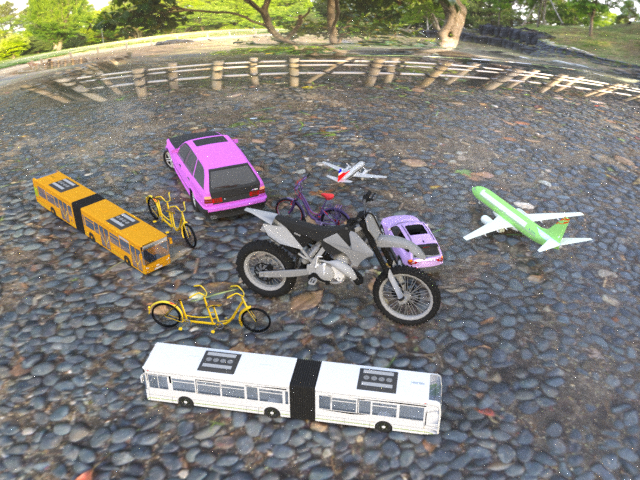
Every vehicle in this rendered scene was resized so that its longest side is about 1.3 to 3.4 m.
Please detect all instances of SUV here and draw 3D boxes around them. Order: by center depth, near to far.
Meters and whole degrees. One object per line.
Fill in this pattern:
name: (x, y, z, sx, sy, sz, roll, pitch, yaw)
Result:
SUV: (1.405, -0.014, 10.792, 0.656, 0.580, 1.572, -6, 31, -10)

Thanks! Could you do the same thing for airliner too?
airliner: (3.199, -0.524, 11.403, 2.257, 0.835, 2.541, -11, 33, -18)

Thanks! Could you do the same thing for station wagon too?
station wagon: (-1.996, -1.426, 12.839, 1.327, 0.920, 3.105, -13, 33, -20)

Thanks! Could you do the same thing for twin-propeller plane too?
twin-propeller plane: (0.595, -1.319, 13.161, 1.370, 0.407, 1.095, 16, 34, 25)

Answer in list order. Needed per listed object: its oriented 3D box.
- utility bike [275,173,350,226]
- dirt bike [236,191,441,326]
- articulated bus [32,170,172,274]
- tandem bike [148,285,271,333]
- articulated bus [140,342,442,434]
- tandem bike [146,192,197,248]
utility bike: (-0.117, -0.514, 11.278, 1.435, 0.946, 0.535, 13, 33, 21)
dirt bike: (0.198, 0.245, 9.292, 2.903, 1.666, 1.024, 10, 32, 17)
articulated bus: (-3.619, -0.353, 11.383, 3.401, 0.561, 0.605, 26, 39, 37)
tandem bike: (-1.456, 0.901, 9.153, 1.642, 0.682, 0.283, 3, 31, 5)
articulated bus: (-0.343, 1.675, 7.966, 3.401, 0.561, 0.605, 5, 31, 8)
tandem bike: (-2.447, -0.429, 11.393, 0.283, 0.682, 1.642, -22, 37, -33)
